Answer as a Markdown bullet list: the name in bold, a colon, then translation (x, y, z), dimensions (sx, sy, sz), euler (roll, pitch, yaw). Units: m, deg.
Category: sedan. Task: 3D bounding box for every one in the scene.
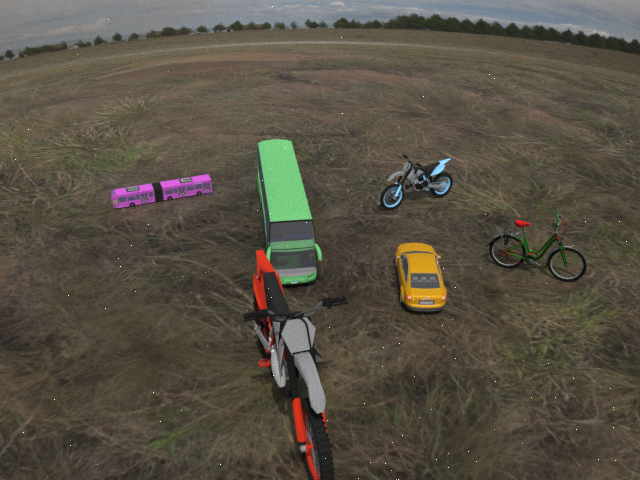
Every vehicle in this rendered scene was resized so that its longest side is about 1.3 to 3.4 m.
- **sedan**: translation (1.407, 0.431, 9.866), dimensions (0.635, 0.483, 1.613), euler (0, 30, 1)

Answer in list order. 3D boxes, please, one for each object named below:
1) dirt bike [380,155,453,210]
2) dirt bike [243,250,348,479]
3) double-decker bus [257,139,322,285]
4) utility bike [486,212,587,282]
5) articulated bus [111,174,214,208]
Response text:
- **dirt bike**: translation (1.684, -1.012, 11.974), dimensions (1.493, 0.857, 0.527), euler (-15, 33, -24)
- **dirt bike**: translation (-0.328, 1.185, 7.393), dimensions (1.024, 1.666, 2.903), euler (-9, 31, -14)
- **double-decker bus**: translation (-0.567, -0.496, 10.895), dimensions (0.756, 1.052, 3.251), euler (-4, 30, -7)
- **utility bike**: translation (3.131, 0.049, 10.063), dimensions (1.435, 0.946, 0.535), euler (14, 33, 22)
- **articulated bus**: translation (-2.749, -0.856, 12.271), dimensions (1.749, 0.289, 0.311), euler (-12, 32, -19)
